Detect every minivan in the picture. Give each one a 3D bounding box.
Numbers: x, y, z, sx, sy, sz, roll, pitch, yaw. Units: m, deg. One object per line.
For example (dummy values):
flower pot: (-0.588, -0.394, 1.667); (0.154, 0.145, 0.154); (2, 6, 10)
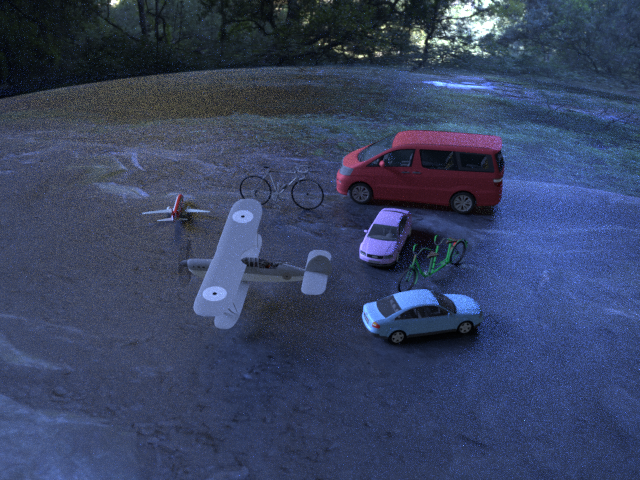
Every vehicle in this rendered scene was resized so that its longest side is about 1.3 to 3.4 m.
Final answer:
minivan: (1.806, -1.326, 12.729); (3.011, 1.197, 1.324); (6, 28, 12)

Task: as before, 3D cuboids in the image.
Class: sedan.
sedan: (1.063, -0.108, 11.153); (0.635, 0.483, 1.613); (9, 29, 16)
sedan: (1.356, 0.931, 9.144); (1.613, 0.483, 0.635); (-6, 28, -11)

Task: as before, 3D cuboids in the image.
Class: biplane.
biplane: (-0.894, 0.425, 9.580); (2.120, 0.981, 2.598); (3, 28, 6)

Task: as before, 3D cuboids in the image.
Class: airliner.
airliner: (-2.500, -0.629, 12.217); (1.161, 0.429, 1.307); (-2, 27, -4)

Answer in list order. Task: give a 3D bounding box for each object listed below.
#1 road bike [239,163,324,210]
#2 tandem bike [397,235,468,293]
road bike: (-0.689, -0.958, 12.393); (1.545, 0.852, 0.358); (5, 28, 9)
tandem bike: (1.677, 0.260, 10.226); (1.642, 0.682, 0.283); (-24, 36, -38)
